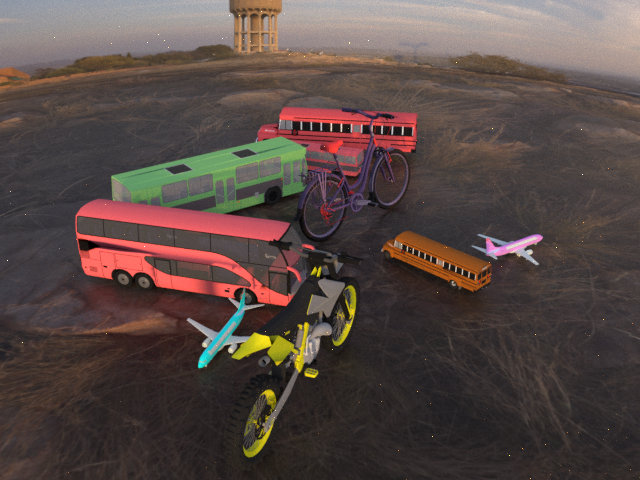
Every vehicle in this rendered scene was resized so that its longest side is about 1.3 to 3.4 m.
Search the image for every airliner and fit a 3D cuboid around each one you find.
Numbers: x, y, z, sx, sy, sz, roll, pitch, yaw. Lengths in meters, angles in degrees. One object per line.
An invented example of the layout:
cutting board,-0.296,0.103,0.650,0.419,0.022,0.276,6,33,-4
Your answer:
airliner,-1.149,1.050,8.392,1.161,0.429,1.307,9,28,17
airliner,2.899,0.010,10.432,1.307,0.429,1.161,-17,32,-30

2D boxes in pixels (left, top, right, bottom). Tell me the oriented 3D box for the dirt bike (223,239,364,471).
dirt bike,-0.192,0.956,7.215,1.024,1.666,2.903,12,29,22

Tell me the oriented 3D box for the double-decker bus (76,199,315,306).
double-decker bus,-1.697,0.167,9.439,3.251,1.052,0.756,7,28,14

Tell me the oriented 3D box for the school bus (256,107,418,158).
school bus,0.328,-2.233,14.375,3.322,0.844,0.709,4,27,9

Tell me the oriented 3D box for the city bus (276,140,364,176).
city bus,-0.013,-1.570,13.499,1.674,0.460,0.476,10,29,19

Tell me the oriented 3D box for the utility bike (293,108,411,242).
utility bike,0.507,-1.116,11.090,1.039,1.839,2.791,24,35,38

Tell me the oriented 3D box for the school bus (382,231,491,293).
school bus,1.604,0.267,9.924,0.365,0.434,1.708,-24,36,-39

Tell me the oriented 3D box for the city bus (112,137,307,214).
city bus,-1.753,-0.903,11.712,3.255,0.894,0.926,-19,32,-32
